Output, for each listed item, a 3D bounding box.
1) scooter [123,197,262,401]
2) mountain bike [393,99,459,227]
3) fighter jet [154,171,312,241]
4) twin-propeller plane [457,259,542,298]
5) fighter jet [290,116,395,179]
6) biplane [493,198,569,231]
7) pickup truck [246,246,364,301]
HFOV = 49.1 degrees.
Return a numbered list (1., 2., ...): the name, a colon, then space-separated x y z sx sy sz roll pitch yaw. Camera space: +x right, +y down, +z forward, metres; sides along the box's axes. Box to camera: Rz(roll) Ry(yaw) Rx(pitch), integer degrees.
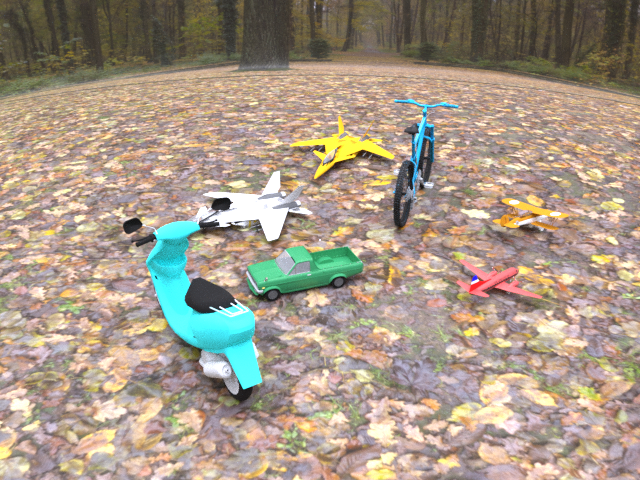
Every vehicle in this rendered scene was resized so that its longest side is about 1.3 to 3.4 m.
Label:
1. scooter: -1.419 0.560 7.995 1.288 1.786 2.721 -16 31 -29
2. mountain bike: 1.661 -1.397 11.983 1.114 1.688 2.857 9 28 17
3. fighter jet: -1.525 -0.487 11.434 2.640 0.557 2.229 -18 32 -31
4. twin-propeller plane: 2.397 0.524 9.598 1.095 0.407 1.370 -21 33 -35
5. fighter jet: 0.362 -1.862 14.161 2.229 0.557 2.640 10 28 18
6. biplane: 3.289 -0.353 11.227 1.090 0.504 1.336 -14 30 -26
7. pickup truck: -0.213 0.386 9.756 1.603 0.511 0.640 -10 28 -19
